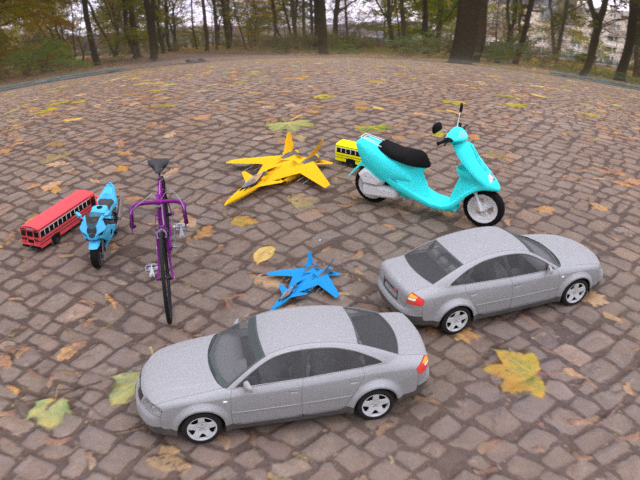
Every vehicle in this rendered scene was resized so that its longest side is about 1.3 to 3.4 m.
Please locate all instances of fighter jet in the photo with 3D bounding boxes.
[{"bbox_3d":[-0.304,0.592,9.508,1.147,0.286,1.358,16,32,27],"label":"fighter jet"},{"bbox_3d":[-0.916,-1.267,12.689,2.229,0.557,2.640,16,32,28],"label":"fighter jet"}]

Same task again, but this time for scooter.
[{"bbox_3d":[1.719,-1.248,11.352,2.721,1.786,1.288,15,31,25],"label":"scooter"}]

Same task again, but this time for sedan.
[{"bbox_3d":[-0.390,1.302,7.494,3.137,0.940,1.235,-6,29,-10],"label":"sedan"},{"bbox_3d":[2.304,0.363,9.244,3.137,0.940,1.235,-10,30,-18],"label":"sedan"}]

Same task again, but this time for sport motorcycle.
[{"bbox_3d":[-3.246,-0.231,10.477,0.506,0.821,1.520,-2,28,-3],"label":"sport motorcycle"}]

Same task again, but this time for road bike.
[{"bbox_3d":[-2.113,-0.163,9.468,0.697,1.656,3.004,-5,29,-10],"label":"road bike"}]

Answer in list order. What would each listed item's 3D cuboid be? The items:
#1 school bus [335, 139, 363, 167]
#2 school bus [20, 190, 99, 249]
[{"bbox_3d":[1.097,-1.537,13.321,1.708,0.434,0.365,16,32,28],"label":"school bus"},{"bbox_3d":[-4.053,-0.381,11.166,0.365,0.434,1.708,9,30,16],"label":"school bus"}]
